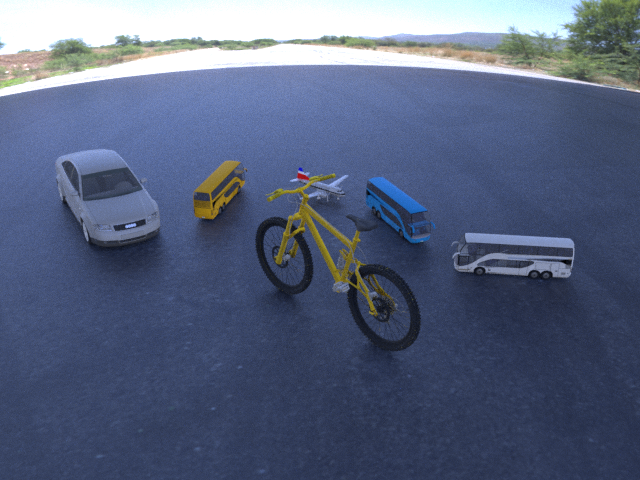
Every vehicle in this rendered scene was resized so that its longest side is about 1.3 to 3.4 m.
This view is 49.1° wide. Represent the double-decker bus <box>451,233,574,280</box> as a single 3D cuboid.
[{"bbox_3d":[2.722,0.221,9.962,1.672,0.541,0.389,3,27,6],"label":"double-decker bus"}]

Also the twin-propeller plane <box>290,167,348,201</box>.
[{"bbox_3d":[0.012,-0.998,12.473,1.095,0.407,1.370,20,33,33],"label":"twin-propeller plane"}]

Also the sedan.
[{"bbox_3d":[-3.581,-0.859,11.622,1.235,0.940,3.137,-15,31,-26],"label":"sedan"}]

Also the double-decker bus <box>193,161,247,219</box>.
[{"bbox_3d":[-1.719,-0.904,12.144,0.389,0.541,1.672,7,28,12],"label":"double-decker bus"}]

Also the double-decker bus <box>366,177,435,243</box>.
[{"bbox_3d":[1.257,-0.487,11.336,0.389,0.541,1.672,-11,29,-21],"label":"double-decker bus"}]

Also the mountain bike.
[{"bbox_3d":[0.128,0.237,8.679,1.114,1.688,2.857,-24,36,-38],"label":"mountain bike"}]
